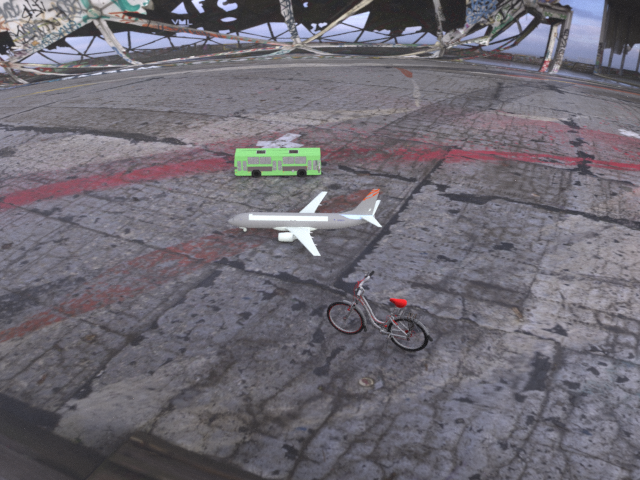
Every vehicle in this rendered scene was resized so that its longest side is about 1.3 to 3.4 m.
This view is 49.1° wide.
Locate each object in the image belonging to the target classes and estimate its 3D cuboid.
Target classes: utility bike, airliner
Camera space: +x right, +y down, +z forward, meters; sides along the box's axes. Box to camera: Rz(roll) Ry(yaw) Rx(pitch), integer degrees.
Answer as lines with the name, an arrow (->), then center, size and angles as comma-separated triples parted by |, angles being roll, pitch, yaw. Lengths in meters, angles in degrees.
utility bike -> 0.719, 0.949, 8.768 | 1.435, 0.946, 0.535 | 12, 31, 21
airliner -> -0.268, -0.482, 11.450 | 2.541, 0.835, 2.257 | 2, 29, 3

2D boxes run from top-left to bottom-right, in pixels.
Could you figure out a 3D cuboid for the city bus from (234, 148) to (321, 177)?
city bus -> -0.819, -1.508, 13.677 | 1.674, 0.460, 0.476 | -1, 29, -1
